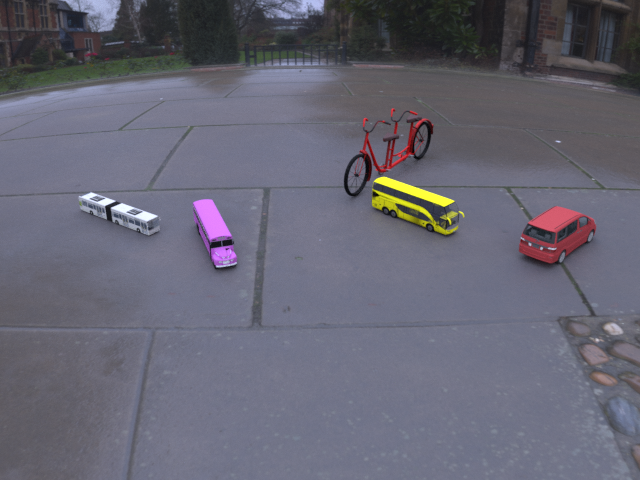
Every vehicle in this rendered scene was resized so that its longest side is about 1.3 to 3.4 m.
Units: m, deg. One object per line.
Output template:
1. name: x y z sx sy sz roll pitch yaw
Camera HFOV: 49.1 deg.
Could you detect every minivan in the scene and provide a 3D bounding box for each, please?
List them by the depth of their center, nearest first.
1. minivan: 3.682 -0.157 10.721 0.681 0.616 1.548 24 36 38

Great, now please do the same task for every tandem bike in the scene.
1. tandem bike: 1.374 -1.835 13.209 0.550 1.326 3.192 19 33 32

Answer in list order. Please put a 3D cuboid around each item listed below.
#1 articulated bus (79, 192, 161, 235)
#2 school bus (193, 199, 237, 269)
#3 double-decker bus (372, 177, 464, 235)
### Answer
1. articulated bus: -3.353 -0.448 11.645 1.749 0.289 0.311 18 32 31
2. school bus: -1.636 -0.107 10.823 0.365 0.434 1.708 -9 29 -17
3. double-decker bus: 1.581 -0.565 11.597 1.672 0.541 0.389 24 36 39
